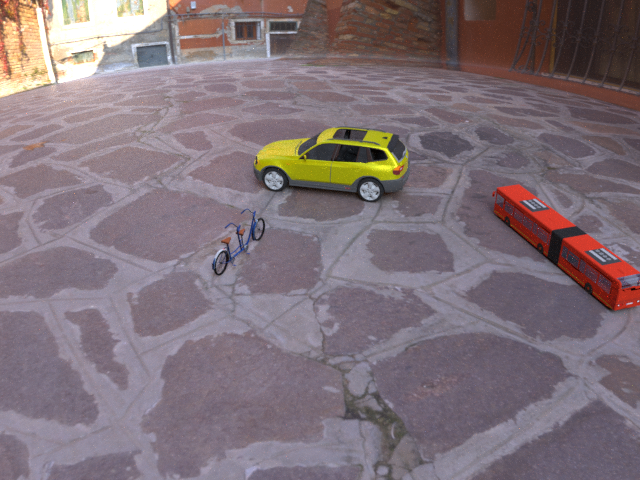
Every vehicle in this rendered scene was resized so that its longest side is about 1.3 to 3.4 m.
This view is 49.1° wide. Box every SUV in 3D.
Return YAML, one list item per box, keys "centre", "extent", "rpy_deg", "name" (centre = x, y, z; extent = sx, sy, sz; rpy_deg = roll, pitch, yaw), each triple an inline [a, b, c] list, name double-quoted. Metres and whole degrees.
- centre: [0.226, -1.583, 13.613]
  extent: [3.058, 1.128, 1.276]
  rpy_deg: [7, 30, 13]
  name: "SUV"

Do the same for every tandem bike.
- centre: [-1.295, -0.025, 11.278]
  extent: [0.283, 0.682, 1.642]
  rpy_deg: [13, 32, 21]
  name: "tandem bike"

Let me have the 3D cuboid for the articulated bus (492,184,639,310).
- centre: [3.895, 0.007, 11.345]
  extent: [0.605, 0.561, 3.401]
  rpy_deg: [-9, 30, -16]
  name: "articulated bus"
